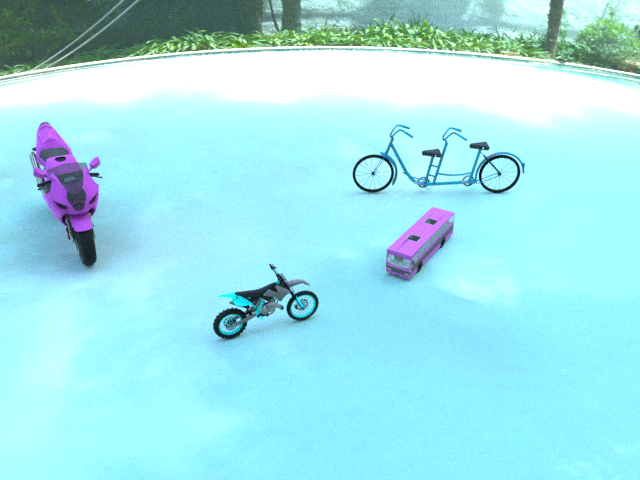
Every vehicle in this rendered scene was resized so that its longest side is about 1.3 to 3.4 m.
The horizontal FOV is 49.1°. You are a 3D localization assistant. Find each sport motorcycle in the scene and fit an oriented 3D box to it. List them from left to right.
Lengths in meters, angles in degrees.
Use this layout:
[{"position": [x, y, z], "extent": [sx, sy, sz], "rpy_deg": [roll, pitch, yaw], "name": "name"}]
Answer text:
[{"position": [-4.145, -0.802, 11.444], "extent": [0.983, 1.596, 2.955], "rpy_deg": [-15, 33, -24], "name": "sport motorcycle"}]

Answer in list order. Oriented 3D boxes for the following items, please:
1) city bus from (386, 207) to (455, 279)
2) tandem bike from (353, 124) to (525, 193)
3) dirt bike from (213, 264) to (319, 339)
[{"position": [1.609, 0.040, 11.116], "extent": [0.476, 0.460, 1.674], "rpy_deg": [17, 34, 28], "name": "city bus"}, {"position": [2.199, -1.462, 12.869], "extent": [3.192, 1.326, 0.550], "rpy_deg": [0, 30, 0], "name": "tandem bike"}, {"position": [-0.713, 0.832, 9.331], "extent": [1.493, 0.857, 0.527], "rpy_deg": [-12, 32, -20], "name": "dirt bike"}]
